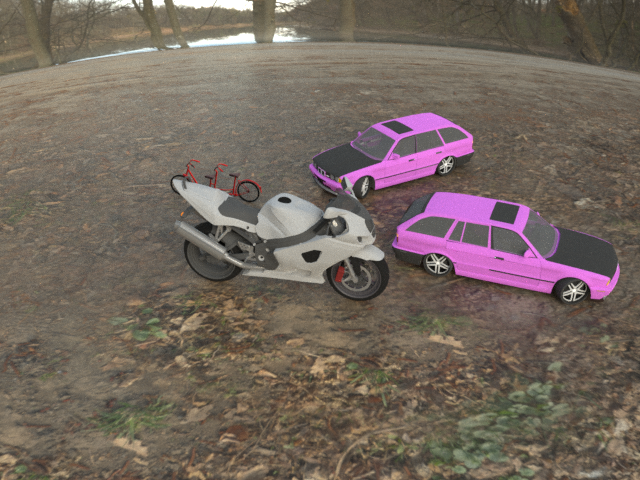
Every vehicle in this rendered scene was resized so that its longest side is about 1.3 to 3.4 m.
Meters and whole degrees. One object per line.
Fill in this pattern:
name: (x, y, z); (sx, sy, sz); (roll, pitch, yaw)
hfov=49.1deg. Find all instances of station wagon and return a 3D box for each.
station wagon: (1.319, -1.621, 12.733); (3.105, 0.920, 1.327); (-17, 35, -26)
station wagon: (2.643, 0.014, 9.965); (3.105, 0.920, 1.327); (12, 33, 19)

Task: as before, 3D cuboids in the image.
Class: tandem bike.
tandem bike: (-1.790, -1.001, 11.919); (1.642, 0.682, 0.283); (6, 31, 10)

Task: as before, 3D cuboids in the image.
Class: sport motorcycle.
sport motorcycle: (-0.519, -0.015, 9.350); (2.955, 1.596, 0.983); (7, 31, 12)
